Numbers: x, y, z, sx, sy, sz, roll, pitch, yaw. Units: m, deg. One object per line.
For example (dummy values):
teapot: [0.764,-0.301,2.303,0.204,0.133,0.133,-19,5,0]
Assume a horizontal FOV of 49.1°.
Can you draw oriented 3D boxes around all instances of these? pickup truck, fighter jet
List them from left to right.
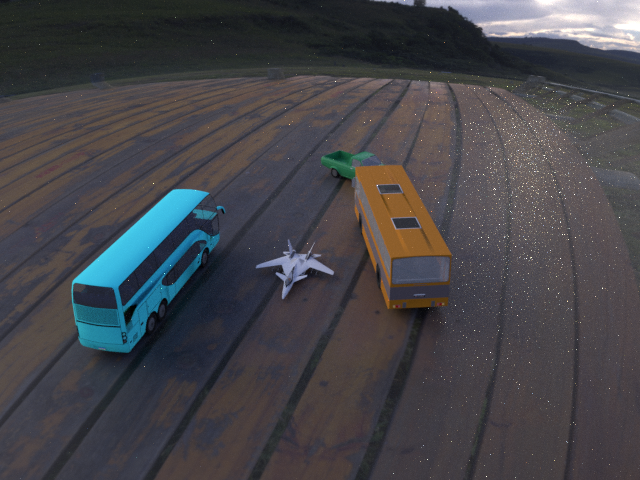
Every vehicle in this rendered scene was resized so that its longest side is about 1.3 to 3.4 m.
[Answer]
fighter jet: [-0.387,0.419,10.049,1.147,0.286,1.358,5,27,9]
pickup truck: [0.764,-1.410,13.403,1.603,0.511,0.640,24,35,38]

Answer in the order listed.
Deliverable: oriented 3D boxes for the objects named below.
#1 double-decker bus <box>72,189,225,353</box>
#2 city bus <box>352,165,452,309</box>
double-decker bus: [-2.208,0.260,9.517,0.756,1.052,3.251,6,28,12]
city bus: [1.131,-0.120,10.439,0.926,0.894,3.255,-2,27,-5]
